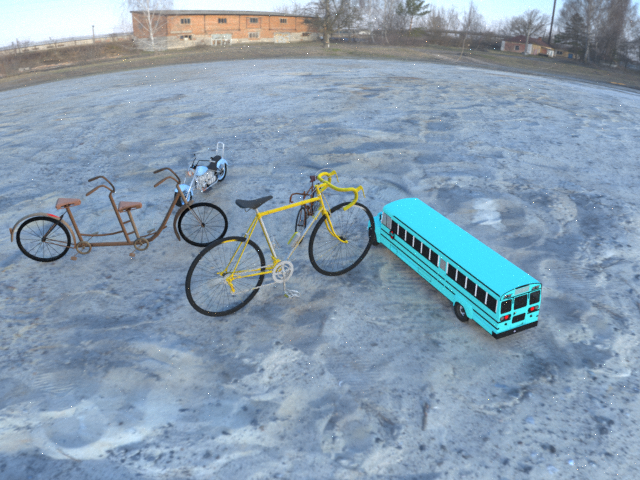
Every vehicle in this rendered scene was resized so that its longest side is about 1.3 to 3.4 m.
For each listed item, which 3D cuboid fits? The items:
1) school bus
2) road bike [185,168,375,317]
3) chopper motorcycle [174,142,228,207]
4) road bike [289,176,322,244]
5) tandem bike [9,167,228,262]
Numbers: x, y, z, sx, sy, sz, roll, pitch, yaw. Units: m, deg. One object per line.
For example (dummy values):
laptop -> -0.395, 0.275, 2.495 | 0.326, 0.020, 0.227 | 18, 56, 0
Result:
school bus -> 1.722, 0.224, 9.911 | 0.709, 0.844, 3.322 | -13, 31, -23
road bike -> -0.446, 0.021, 9.434 | 3.004, 1.656, 0.696 | -18, 33, -29
chopper motorcycle -> -2.136, -1.179, 12.575 | 0.466, 0.761, 1.563 | 13, 31, 22
road bike -> -0.178, -0.557, 11.337 | 0.358, 0.852, 1.545 | 7, 29, 13
tandem bike -> -2.993, -0.356, 10.473 | 3.192, 1.326, 0.550 | -5, 29, -10
